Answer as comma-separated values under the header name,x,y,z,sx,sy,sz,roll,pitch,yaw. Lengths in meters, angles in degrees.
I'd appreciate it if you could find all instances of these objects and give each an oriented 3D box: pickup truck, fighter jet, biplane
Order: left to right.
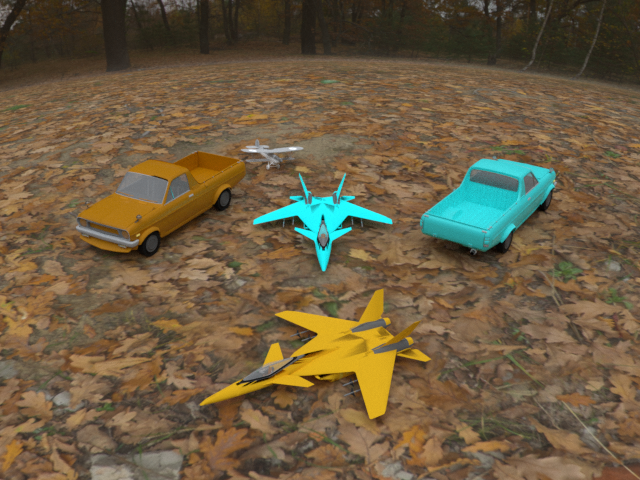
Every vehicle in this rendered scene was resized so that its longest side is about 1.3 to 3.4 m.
name,x,y,z,sx,sy,sz,roll,pitch,yaw
pickup truck,-2.495,-0.781,11.441,1.244,0.993,3.117,14,31,25
biplane,-0.996,-1.688,13.705,1.336,0.504,1.090,-17,32,-29
fighter jet,-0.130,1.298,7.933,2.640,0.557,2.229,-15,31,-26
fighter jet,0.047,-0.320,11.030,2.229,0.557,2.640,0,28,0
pickup truck,2.796,-0.691,11.268,1.244,0.993,3.117,18,32,30
